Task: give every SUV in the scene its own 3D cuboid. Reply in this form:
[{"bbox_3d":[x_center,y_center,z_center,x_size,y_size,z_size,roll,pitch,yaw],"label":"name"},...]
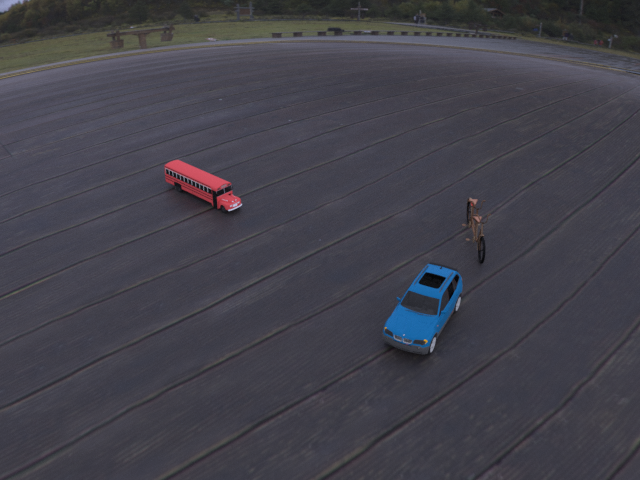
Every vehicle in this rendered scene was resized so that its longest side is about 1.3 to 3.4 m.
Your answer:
[{"bbox_3d":[1.352,0.838,8.994,0.656,0.580,1.572,15,34,24],"label":"SUV"}]

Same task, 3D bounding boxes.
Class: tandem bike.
[{"bbox_3d":[2.411,-0.282,10.789,0.283,0.682,1.642,1,31,2],"label":"tandem bike"}]

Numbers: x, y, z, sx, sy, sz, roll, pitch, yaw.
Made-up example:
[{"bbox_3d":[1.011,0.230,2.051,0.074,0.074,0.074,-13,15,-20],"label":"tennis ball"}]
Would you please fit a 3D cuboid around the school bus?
[{"bbox_3d":[-2.033,-0.938,12.141,1.708,0.434,0.365,25,38,35],"label":"school bus"}]
